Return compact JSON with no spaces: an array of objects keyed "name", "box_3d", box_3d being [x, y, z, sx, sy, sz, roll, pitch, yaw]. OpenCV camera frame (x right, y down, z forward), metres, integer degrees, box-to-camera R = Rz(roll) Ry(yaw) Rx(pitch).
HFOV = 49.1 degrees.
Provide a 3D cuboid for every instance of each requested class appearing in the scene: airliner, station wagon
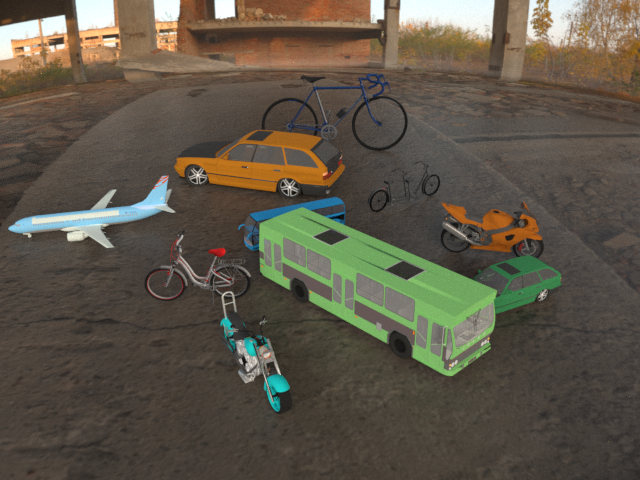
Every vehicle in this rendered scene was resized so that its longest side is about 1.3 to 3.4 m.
[{"name":"airliner","box_3d":[-3.584,-0.516,10.991,2.541,0.835,2.257,-6,27,-12]},{"name":"station wagon","box_3d":[2.417,0.585,9.183,1.597,0.473,0.682,-14,30,-26]},{"name":"station wagon","box_3d":[-1.146,-1.497,12.869,3.105,0.920,1.327,8,28,16]}]

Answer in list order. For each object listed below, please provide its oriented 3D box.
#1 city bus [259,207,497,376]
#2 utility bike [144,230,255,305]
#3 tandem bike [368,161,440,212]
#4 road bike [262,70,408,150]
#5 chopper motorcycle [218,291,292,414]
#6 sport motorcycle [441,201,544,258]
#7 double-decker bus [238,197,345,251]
[{"name":"city bus","box_3d":[0.577,0.561,8.758,0.926,0.894,3.255,-23,35,-38]},{"name":"utility bike","box_3d":[-1.565,0.406,9.012,1.435,0.946,0.535,-2,26,-4]},{"name":"tandem bike","box_3d":[1.467,-0.936,12.008,1.642,0.682,0.283,-17,31,-31]},{"name":"road bike","box_3d":[0.312,-2.581,14.225,3.004,1.656,0.696,-2,26,-4]},{"name":"chopper motorcycle","box_3d":[-0.721,1.201,7.620,0.466,0.761,1.563,-14,30,-26]},{"name":"sport motorcycle","box_3d":[2.512,-0.137,10.245,1.520,0.821,0.506,7,27,14]},{"name":"double-decker bus","box_3d":[-0.405,-0.244,10.776,1.672,0.541,0.389,-12,29,-23]}]
